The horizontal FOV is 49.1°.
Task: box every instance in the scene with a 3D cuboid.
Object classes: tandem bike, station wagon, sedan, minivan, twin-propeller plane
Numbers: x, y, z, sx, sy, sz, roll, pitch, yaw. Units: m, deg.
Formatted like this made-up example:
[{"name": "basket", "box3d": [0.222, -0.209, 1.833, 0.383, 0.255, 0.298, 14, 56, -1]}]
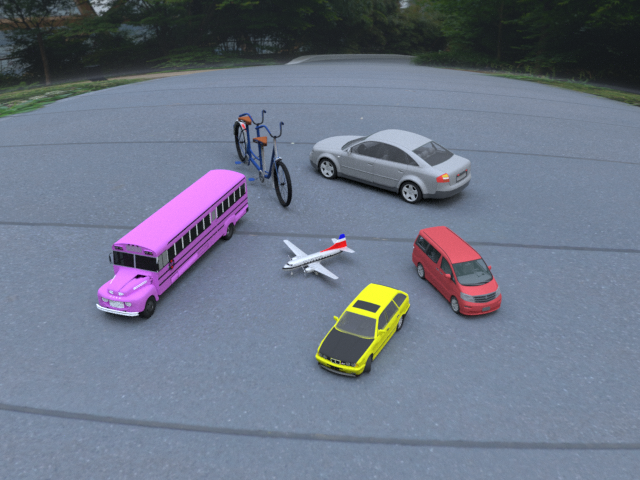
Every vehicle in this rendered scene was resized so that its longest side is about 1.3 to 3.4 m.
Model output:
[{"name": "tandem bike", "box3d": [-1.087, -1.679, 12.607, 0.550, 1.326, 3.192, -11, 29, -20]}, {"name": "station wagon", "box3d": [0.528, 0.994, 8.271, 0.682, 0.473, 1.597, 13, 30, 24]}, {"name": "sedan", "box3d": [1.199, -1.490, 12.659, 3.137, 0.940, 1.235, 20, 33, 33]}, {"name": "minivan", "box3d": [1.807, 0.390, 9.307, 0.681, 0.616, 1.548, -9, 28, -18]}, {"name": "twin-propeller plane", "box3d": [-0.065, 0.209, 9.894, 1.095, 0.407, 1.370, -16, 31, -29]}]

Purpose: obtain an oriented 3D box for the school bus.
[{"name": "school bus", "box3d": [-1.993, -0.041, 9.904, 0.709, 0.844, 3.322, 9, 28, 17]}]
